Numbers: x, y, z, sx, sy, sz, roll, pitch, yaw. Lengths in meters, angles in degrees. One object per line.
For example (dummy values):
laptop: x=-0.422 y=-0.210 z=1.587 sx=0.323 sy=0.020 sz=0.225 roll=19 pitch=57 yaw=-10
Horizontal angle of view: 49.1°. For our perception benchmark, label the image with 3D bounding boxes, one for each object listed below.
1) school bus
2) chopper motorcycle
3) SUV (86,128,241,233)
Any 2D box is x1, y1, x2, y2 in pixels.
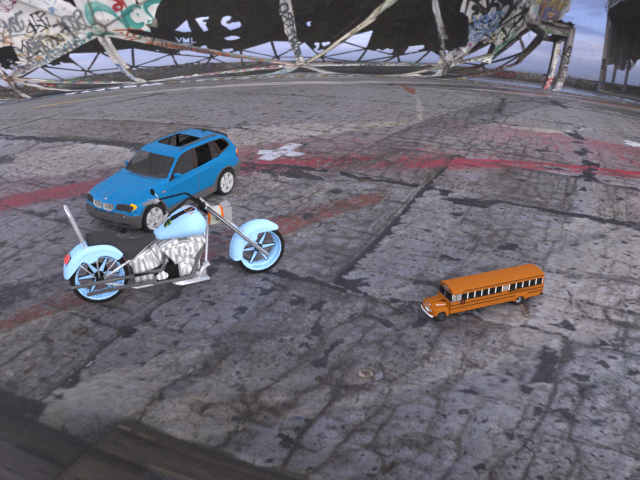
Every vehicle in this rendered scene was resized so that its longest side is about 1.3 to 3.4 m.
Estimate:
school bus: x=2.161 y=0.683 z=9.295 sx=1.708 sy=0.434 sz=0.365 roll=-9 pitch=28 yaw=-18
chopper motorcycle: x=-1.932 y=-0.012 z=9.527 sx=3.040 sy=1.480 sz=0.906 roll=-12 pitch=28 yaw=-23
SUV: x=-2.669 y=-1.143 z=12.247 sx=1.276 sy=1.128 sz=3.058 roll=15 pitch=30 yaw=28
